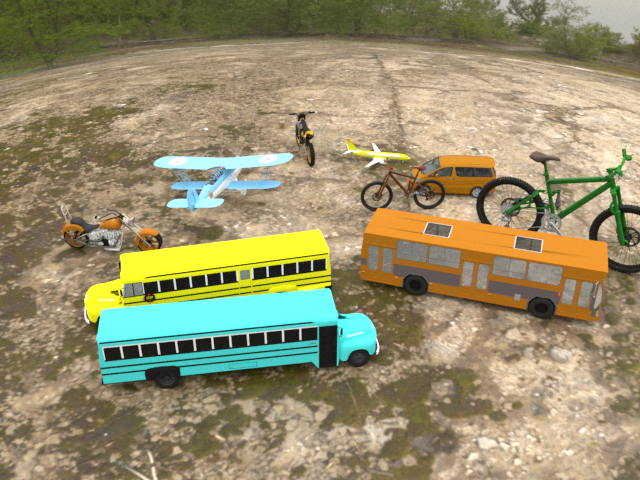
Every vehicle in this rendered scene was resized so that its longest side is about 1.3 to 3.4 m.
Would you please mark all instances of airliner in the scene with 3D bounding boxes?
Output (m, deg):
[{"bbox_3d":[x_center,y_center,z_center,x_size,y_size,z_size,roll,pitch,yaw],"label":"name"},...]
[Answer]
[{"bbox_3d":[1.141,-1.764,13.841,1.307,0.429,1.161,5,31,9],"label":"airliner"}]

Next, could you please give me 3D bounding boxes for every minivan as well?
[{"bbox_3d":[2.389,-1.178,12.661,1.548,0.616,0.681,2,31,4],"label":"minivan"}]

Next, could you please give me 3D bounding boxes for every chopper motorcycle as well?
[{"bbox_3d":[-3.229,-0.165,10.794,1.563,0.761,0.466,3,31,4],"label":"chopper motorcycle"}]

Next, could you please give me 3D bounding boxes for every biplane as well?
[{"bbox_3d":[-1.797,-0.989,11.980,2.598,0.981,2.120,9,32,15],"label":"biplane"}]

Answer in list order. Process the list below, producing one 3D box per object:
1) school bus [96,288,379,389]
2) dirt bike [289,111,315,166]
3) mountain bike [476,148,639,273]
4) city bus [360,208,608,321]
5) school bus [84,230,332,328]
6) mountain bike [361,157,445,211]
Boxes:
[{"bbox_3d":[-0.931,1.157,8.465,3.322,0.844,0.709,-5,31,-8],"label":"school bus"},{"bbox_3d":[-0.316,-2.088,13.970,0.527,0.857,1.493,-7,31,-12],"label":"dirt bike"},{"bbox_3d":[3.733,-0.502,10.453,2.857,1.688,1.114,17,35,27],"label":"mountain bike"},{"bbox_3d":[2.238,0.343,9.799,3.255,0.894,0.926,10,32,16],"label":"city bus"},{"bbox_3d":[-1.521,0.519,9.550,3.322,0.844,0.709,-7,31,-12],"label":"school bus"},{"bbox_3d":[1.426,-0.903,11.944,1.469,0.868,0.573,-2,31,-4],"label":"mountain bike"}]
